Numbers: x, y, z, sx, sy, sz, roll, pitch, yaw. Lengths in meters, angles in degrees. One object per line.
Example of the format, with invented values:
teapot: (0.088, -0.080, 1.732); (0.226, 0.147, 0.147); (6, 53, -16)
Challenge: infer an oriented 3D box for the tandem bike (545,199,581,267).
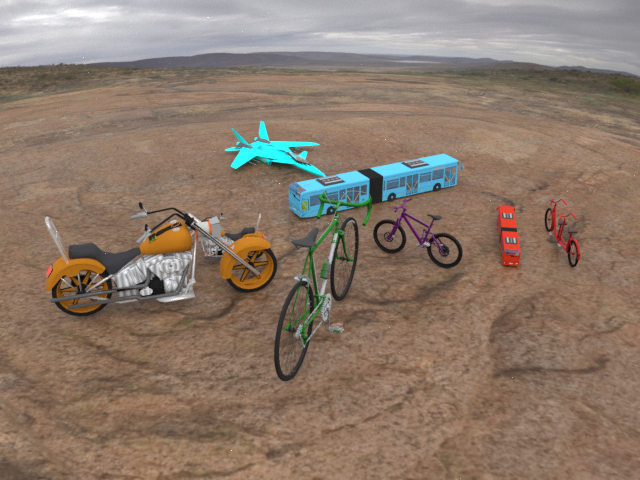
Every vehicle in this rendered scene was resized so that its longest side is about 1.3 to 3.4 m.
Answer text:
tandem bike: (3.793, -0.179, 10.959); (0.283, 0.682, 1.642); (0, 26, 0)

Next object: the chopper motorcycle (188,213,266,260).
chopper motorcycle: (-1.589, -0.034, 10.578); (1.563, 0.761, 0.466); (-1, 26, -2)

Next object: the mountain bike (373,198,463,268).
mountain bike: (1.468, -0.088, 10.566); (1.469, 0.868, 0.573); (15, 30, 28)

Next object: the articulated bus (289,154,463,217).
articulated bus: (1.060, -1.011, 12.768); (3.401, 0.561, 0.605); (-13, 29, -25)

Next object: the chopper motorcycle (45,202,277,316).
chopper motorcycle: (-2.068, 0.195, 9.309); (3.040, 1.480, 0.906); (-9, 28, -17)

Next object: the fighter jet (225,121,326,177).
fighter jet: (-0.760, -1.826, 14.412); (2.229, 0.557, 2.640); (-21, 33, -36)

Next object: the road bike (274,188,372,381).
road bike: (0.031, 0.425, 8.648); (0.696, 1.656, 3.004); (9, 28, 18)

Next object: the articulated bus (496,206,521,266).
articulated bus: (3.019, -0.092, 11.224); (0.311, 0.289, 1.749); (5, 27, 9)
